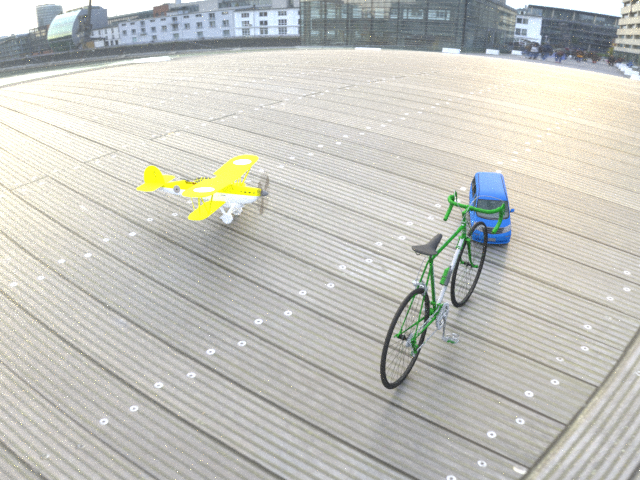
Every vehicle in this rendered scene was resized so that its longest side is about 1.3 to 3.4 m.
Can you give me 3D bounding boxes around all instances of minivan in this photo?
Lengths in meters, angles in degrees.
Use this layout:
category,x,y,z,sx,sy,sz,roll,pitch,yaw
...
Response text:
category,x,y,z,sx,sy,sz,roll,pitch,yaw
minivan,2.691,-0.517,11.094,0.681,0.616,1.548,4,30,7

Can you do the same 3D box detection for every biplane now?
category,x,y,z,sx,sy,sz,roll,pitch,yaw
biplane,-1.834,-0.833,11.285,2.120,0.981,2.598,6,30,11

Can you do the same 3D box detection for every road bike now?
category,x,y,z,sx,sy,sz,roll,pitch,yaw
road bike,1.440,0.486,8.241,0.696,1.656,3.004,17,34,28
